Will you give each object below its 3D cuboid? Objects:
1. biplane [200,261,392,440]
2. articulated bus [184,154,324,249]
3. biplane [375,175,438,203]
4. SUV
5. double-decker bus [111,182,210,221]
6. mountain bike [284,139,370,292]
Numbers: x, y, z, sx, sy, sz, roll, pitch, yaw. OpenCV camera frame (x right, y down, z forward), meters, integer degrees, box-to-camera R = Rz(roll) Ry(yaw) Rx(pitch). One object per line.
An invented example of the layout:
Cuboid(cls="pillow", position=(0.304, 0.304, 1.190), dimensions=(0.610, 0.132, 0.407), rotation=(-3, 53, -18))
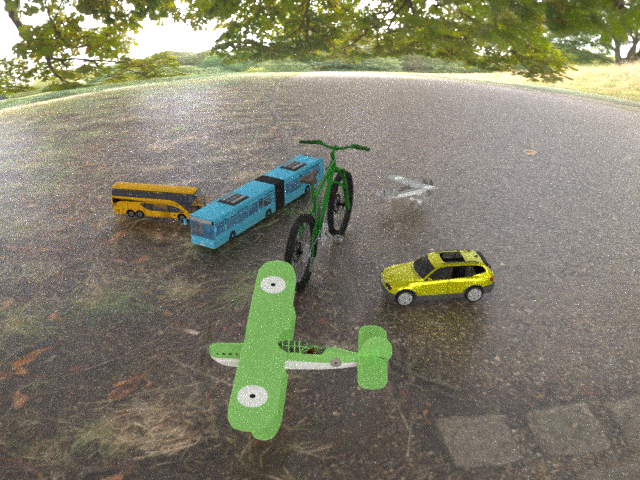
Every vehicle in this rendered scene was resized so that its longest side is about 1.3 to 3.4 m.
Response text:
Cuboid(cls="biplane", position=(-0.277, 1.281, 7.666), dimensions=(2.120, 0.981, 2.598), rotation=(2, 27, 3))
Cuboid(cls="articulated bus", position=(-1.002, -0.749, 12.181), dimensions=(0.605, 0.561, 3.401), rotation=(15, 30, 27))
Cuboid(cls="biplane", position=(1.509, -0.866, 12.478), dimensions=(1.090, 0.504, 1.336), rotation=(-14, 30, -26))
Cuboid(cls="SUV", position=(1.621, 0.486, 9.697), dimensions=(1.572, 0.580, 0.656), rotation=(-3, 27, -6))
Cuboid(cls="double-decker bus", position=(-2.744, -0.662, 12.031), dimensions=(1.672, 0.541, 0.389), rotation=(5, 27, 9))
Cuboid(cls="mountain bike", position=(0.043, -0.466, 10.360), dimensions=(1.114, 1.688, 2.857), rotation=(9, 28, 17))
